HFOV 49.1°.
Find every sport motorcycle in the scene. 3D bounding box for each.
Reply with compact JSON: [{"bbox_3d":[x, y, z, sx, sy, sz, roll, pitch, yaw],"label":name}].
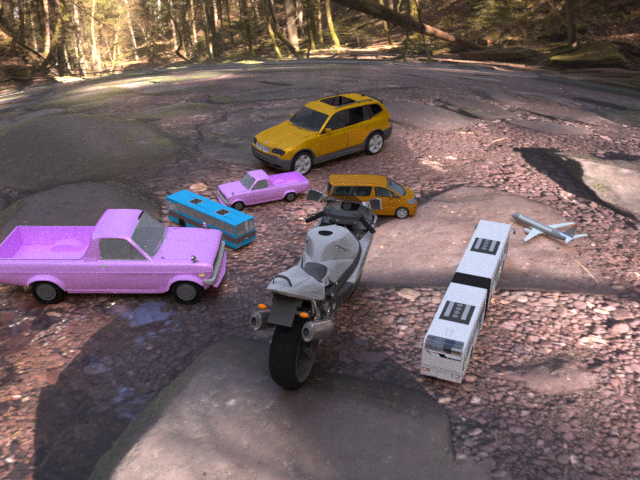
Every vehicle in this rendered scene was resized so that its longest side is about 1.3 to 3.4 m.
[{"bbox_3d":[0.046,0.467,8.418,0.983,1.596,2.955,9,29,17],"label":"sport motorcycle"}]

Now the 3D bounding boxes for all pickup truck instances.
[{"bbox_3d":[-0.995,-0.943,12.323,1.603,0.511,0.640,-12,30,-21],"label":"pickup truck"},{"bbox_3d":[-2.883,0.163,9.661,3.117,0.993,1.244,0,27,0],"label":"pickup truck"}]

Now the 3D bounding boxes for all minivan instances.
[{"bbox_3d":[0.875,-0.758,11.852,1.548,0.616,0.681,1,27,1],"label":"minivan"}]

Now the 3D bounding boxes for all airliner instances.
[{"bbox_3d":[3.552,-0.276,11.123,1.161,0.429,1.307,-17,32,-29],"label":"airliner"}]

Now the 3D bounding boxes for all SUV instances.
[{"bbox_3d":[0.077,-2.217,14.112,3.058,1.128,1.276,-20,34,-34],"label":"SUV"}]

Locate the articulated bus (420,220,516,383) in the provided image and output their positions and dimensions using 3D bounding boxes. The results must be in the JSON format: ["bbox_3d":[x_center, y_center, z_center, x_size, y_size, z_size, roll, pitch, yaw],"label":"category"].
[{"bbox_3d":[1.997,0.657,9.178,0.605,0.561,3.401,11,29,20],"label":"articulated bus"}]

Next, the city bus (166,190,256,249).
[{"bbox_3d":[-1.760,-0.327,11.189,1.674,0.460,0.476,22,34,35],"label":"city bus"}]
